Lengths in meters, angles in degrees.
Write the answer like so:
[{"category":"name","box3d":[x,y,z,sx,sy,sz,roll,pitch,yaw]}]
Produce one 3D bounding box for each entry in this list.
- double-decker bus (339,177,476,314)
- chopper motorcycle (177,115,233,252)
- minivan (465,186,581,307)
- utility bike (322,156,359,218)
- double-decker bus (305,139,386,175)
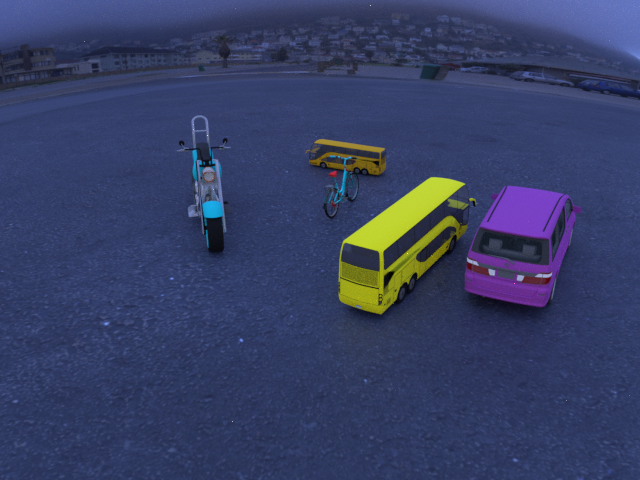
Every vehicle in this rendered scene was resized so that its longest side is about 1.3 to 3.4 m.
[{"category":"double-decker bus","box3d":[1.341,-0.041,10.198,0.756,1.052,3.251,15,29,28]},{"category":"chopper motorcycle","box3d":[-1.898,-1.010,11.746,0.906,1.480,3.040,-5,26,-11]},{"category":"minivan","box3d":[3.011,-0.123,10.200,1.324,1.197,3.011,11,28,22]},{"category":"utility bike","box3d":[0.334,-0.988,12.323,0.535,0.946,1.435,12,28,24]},{"category":"double-decker bus","box3d":[0.531,-1.698,14.298,1.672,0.541,0.389,12,28,24]}]
